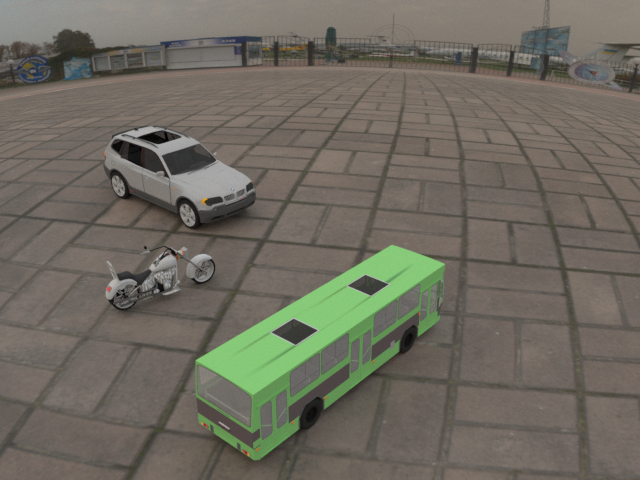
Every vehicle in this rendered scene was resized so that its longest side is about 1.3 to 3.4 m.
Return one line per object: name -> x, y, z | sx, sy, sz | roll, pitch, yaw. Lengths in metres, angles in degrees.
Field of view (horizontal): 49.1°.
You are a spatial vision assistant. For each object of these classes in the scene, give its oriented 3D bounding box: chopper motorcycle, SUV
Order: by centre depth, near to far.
chopper motorcycle -> -2.083, 0.406, 9.220 | 1.563, 0.761, 0.466 | -21, 33, -35
SUV -> -2.463, -1.173, 11.971 | 3.058, 1.128, 1.276 | 21, 33, 36

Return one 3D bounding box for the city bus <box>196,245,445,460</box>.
city bus -> 0.155, 1.107, 7.666 | 0.926, 0.894, 3.255 | 21, 33, 36
